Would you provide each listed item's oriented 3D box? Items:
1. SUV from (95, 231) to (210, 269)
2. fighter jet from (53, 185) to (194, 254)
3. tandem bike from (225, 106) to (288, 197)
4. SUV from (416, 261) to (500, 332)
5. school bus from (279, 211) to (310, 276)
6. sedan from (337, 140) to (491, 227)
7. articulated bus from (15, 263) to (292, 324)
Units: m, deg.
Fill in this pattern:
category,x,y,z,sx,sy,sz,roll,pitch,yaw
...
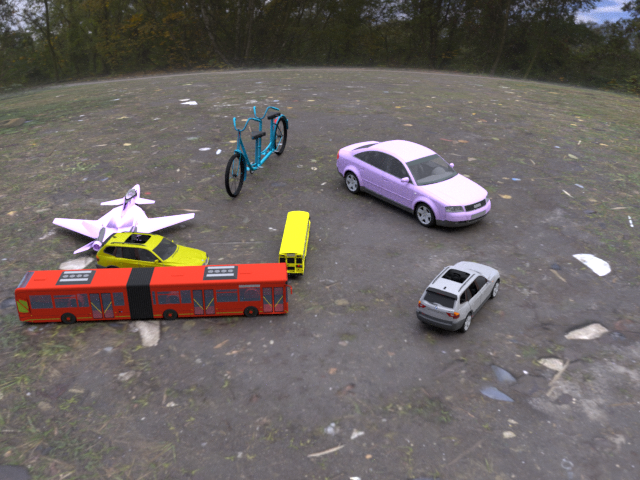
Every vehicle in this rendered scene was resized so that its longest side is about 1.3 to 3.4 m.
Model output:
category,x,y,z,sx,sy,sz,roll,pitch,yaw
SUV,-2.336,0.245,9.777,1.572,0.580,0.656,5,27,9
fighter jet,-3.180,-0.568,11.444,2.229,0.557,2.640,-2,26,-5
tandem bike,-1.146,-1.886,13.236,0.550,1.326,3.192,8,27,15
SUV,1.807,0.624,9.013,0.656,0.580,1.572,16,31,29
school bus,-0.362,-0.003,10.442,0.365,0.434,1.708,1,26,2
sedan,1.559,-1.115,12.116,1.235,0.940,3.137,-19,32,-33
articulated bus,-2.064,0.672,8.938,3.401,0.561,0.605,-2,26,-4
